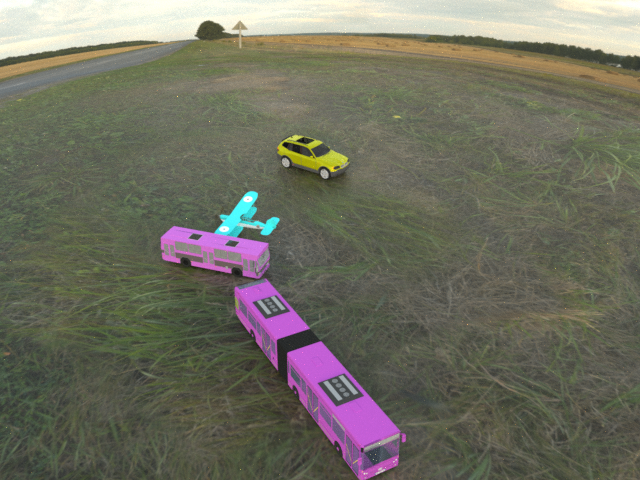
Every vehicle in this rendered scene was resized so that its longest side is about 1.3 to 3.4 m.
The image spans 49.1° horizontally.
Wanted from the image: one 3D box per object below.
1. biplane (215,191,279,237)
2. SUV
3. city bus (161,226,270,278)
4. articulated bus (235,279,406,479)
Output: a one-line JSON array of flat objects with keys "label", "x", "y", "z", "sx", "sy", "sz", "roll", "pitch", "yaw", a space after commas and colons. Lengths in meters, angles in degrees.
[{"label": "biplane", "x": -1.236, "y": -0.286, "z": 11.688, "sx": 1.090, "sy": 0.504, "sz": 1.336, "roll": 11, "pitch": 31, "yaw": 18}, {"label": "SUV", "x": -0.146, "y": -1.708, "z": 14.117, "sx": 1.572, "sy": 0.580, "sz": 0.656, "roll": 19, "pitch": 35, "yaw": 30}, {"label": "city bus", "x": -1.628, "y": 0.203, "z": 10.870, "sx": 1.674, "sy": 0.460, "sz": 0.476, "roll": 10, "pitch": 31, "yaw": 17}, {"label": "articulated bus", "x": -0.163, "y": 1.518, "z": 8.450, "sx": 0.605, "sy": 0.561, "sz": 3.401, "roll": -15, "pitch": 33, "yaw": -25}]
